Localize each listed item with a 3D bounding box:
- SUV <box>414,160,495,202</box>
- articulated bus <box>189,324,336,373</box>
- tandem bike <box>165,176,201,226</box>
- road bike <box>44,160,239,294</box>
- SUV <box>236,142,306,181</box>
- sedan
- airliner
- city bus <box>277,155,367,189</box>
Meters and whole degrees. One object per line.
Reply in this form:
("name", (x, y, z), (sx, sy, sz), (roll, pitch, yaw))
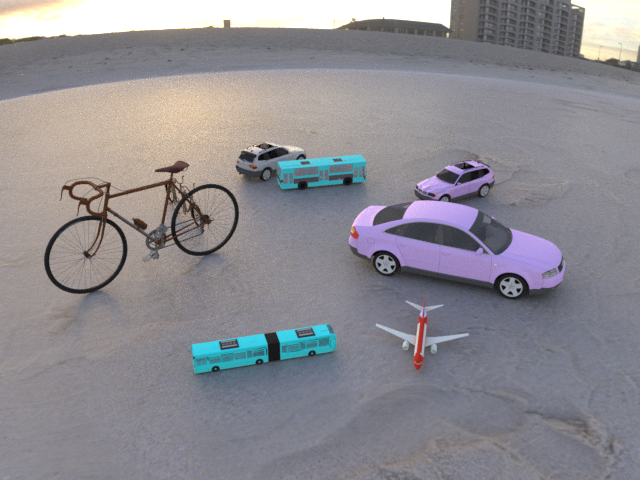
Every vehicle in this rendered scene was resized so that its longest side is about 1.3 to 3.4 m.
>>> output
("SUV", (2.465, -1.054, 12.763), (1.572, 0.580, 0.656), (-16, 31, -28))
("articulated bus", (-0.674, 1.300, 8.423), (1.749, 0.289, 0.311), (-7, 28, -13))
("tandem bike", (-2.381, -0.771, 12.088), (0.283, 0.682, 1.642), (-16, 31, -28))
("road bike", (-2.464, -0.265, 10.006), (3.004, 1.656, 0.697), (-19, 32, -33))
("SUV", (-0.958, -1.653, 13.947), (0.656, 0.580, 1.572), (22, 34, 36))
("sedan", (1.978, 0.018, 10.240), (3.137, 0.940, 1.235), (10, 29, 19))
("airliner", (1.255, 1.107, 8.650), (1.161, 0.429, 1.307), (5, 27, 10))
("city bus", (0.035, -1.280, 13.342), (1.674, 0.460, 0.476), (-6, 27, -12))
